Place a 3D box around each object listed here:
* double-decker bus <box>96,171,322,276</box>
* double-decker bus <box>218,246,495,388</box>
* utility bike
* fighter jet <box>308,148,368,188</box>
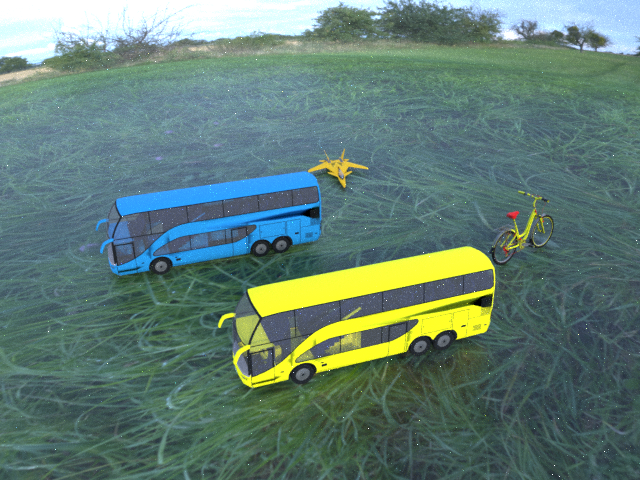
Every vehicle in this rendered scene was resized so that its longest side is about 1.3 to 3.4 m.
[{"bbox_3d":[-1.573,-0.248,10.269,3.251,1.052,0.756,-10,30,-18],"label":"double-decker bus"},{"bbox_3d":[0.490,0.882,8.174,3.251,1.052,0.756,-10,30,-18],"label":"double-decker bus"},{"bbox_3d":[2.963,-0.203,10.297,1.435,0.946,0.535,-19,34,-31],"label":"utility bike"},{"bbox_3d":[0.357,-1.337,13.095,1.147,0.286,1.358,-3,29,-6],"label":"fighter jet"}]
